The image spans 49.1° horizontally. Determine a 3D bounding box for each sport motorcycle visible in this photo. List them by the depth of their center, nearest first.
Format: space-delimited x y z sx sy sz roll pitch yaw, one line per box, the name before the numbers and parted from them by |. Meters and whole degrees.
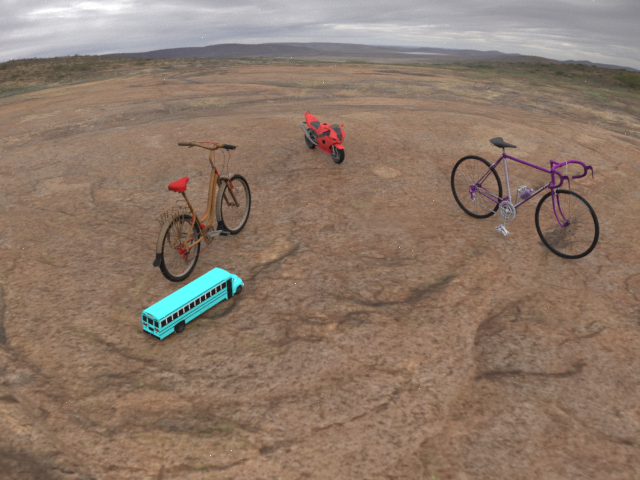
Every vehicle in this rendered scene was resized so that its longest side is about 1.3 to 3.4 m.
sport motorcycle | 0.088 -2.225 15.140 0.506 0.821 1.520 -17 33 -28

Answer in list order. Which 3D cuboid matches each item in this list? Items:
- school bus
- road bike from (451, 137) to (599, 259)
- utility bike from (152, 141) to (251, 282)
school bus | -1.749 0.838 9.901 0.365 0.434 1.708 19 34 31
road bike | 3.335 -0.808 11.653 0.697 1.656 3.004 -21 35 -33
utility bike | -1.907 -0.586 11.052 1.039 1.839 2.791 12 31 21
